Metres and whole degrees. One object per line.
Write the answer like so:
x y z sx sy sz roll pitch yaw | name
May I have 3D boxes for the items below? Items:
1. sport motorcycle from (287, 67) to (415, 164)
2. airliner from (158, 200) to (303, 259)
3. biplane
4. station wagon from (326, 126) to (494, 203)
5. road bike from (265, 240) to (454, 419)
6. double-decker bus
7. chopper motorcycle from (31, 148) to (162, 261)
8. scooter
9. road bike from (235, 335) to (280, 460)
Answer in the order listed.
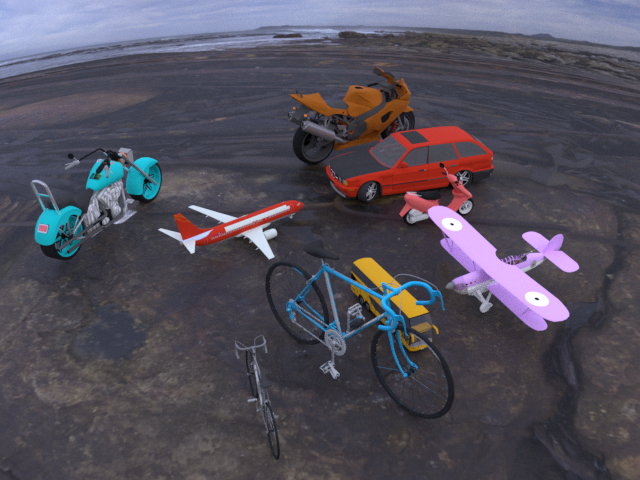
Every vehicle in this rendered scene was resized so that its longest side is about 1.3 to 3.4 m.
0.718 -2.480 14.101 2.955 1.596 0.983 -16 34 -25 | sport motorcycle
-1.246 -0.408 11.274 2.541 0.835 2.257 -24 38 -35 | airliner
2.603 0.413 9.706 2.120 0.981 2.598 -16 34 -26 | biplane
1.662 -1.493 13.067 3.105 0.920 1.327 -9 31 -16 | station wagon
0.348 0.911 8.167 0.696 1.656 3.004 -26 39 -38 | road bike
0.946 0.854 9.381 0.389 0.541 1.672 -14 33 -23 | double-decker bus
-3.518 -0.838 11.373 0.906 1.480 3.040 11 32 18 | chopper motorcycle
2.000 -0.740 11.765 1.399 0.919 0.662 -10 32 -17 | scooter
-0.648 1.664 7.668 0.358 0.852 1.545 -9 31 -15 | road bike
